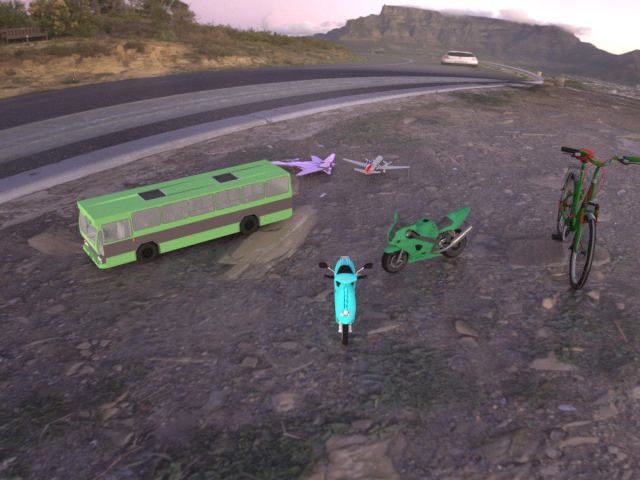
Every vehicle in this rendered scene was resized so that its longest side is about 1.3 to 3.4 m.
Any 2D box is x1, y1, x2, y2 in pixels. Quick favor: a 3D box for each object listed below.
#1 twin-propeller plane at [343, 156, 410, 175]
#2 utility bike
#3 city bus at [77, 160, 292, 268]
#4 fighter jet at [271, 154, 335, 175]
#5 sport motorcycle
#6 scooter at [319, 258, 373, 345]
[{"bbox_3d":[1.063,-1.502,13.660,1.370,0.407,1.095,9,28,18],"label":"twin-propeller plane"},{"bbox_3d":[3.859,-0.551,10.146,1.039,1.839,2.791,5,27,10],"label":"utility bike"},{"bbox_3d":[-2.020,-0.428,10.959,3.255,0.894,0.926,-17,31,-30],"label":"city bus"},{"bbox_3d":[-0.384,-1.563,13.918,1.358,0.286,1.147,6,27,13],"label":"fighter jet"},{"bbox_3d":[1.551,-0.014,10.210,1.520,0.821,0.506,-13,29,-25],"label":"sport motorcycle"},{"bbox_3d":[0.317,0.614,8.840,0.662,0.919,1.399,1,26,1],"label":"scooter"}]
